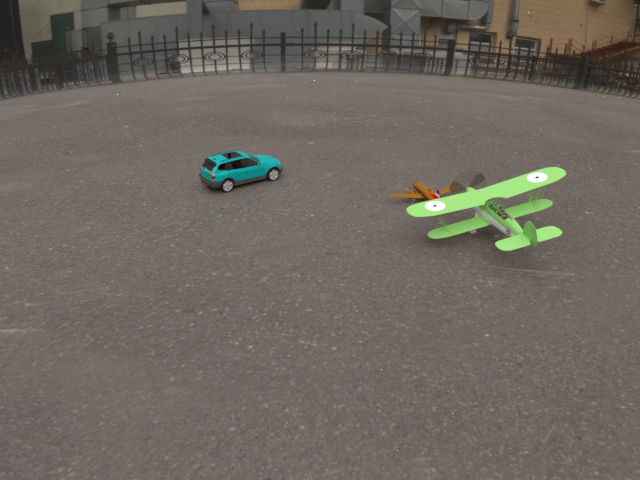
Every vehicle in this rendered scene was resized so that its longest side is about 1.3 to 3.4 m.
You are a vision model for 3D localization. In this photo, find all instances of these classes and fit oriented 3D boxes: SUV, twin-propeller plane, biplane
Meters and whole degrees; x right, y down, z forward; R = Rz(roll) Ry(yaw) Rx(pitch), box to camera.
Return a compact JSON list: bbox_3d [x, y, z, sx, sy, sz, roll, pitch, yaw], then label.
[{"bbox_3d":[-1.456,-1.347,12.962,1.572,0.580,0.656,-17,31,-31],"label":"SUV"},{"bbox_3d":[1.847,-0.847,12.158,1.370,0.407,1.095,-7,28,-14],"label":"twin-propeller plane"},{"bbox_3d":[2.645,-0.359,10.542,2.598,0.981,2.120,-8,28,-15],"label":"biplane"}]
